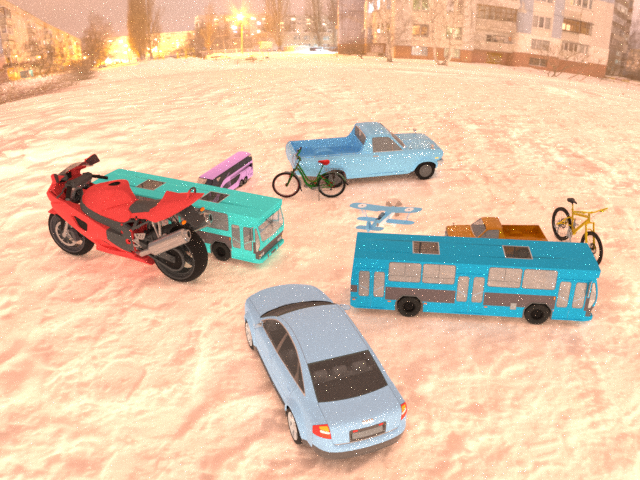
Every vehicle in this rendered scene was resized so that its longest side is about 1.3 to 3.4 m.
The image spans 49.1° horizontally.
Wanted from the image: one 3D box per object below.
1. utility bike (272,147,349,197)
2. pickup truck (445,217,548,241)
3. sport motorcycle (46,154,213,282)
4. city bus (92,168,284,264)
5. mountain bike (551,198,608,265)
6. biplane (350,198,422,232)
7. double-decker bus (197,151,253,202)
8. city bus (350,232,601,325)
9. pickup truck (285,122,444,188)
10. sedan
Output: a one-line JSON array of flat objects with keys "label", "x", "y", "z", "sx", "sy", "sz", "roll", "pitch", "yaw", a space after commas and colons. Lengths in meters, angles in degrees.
[{"label": "utility bike", "x": -0.180, "y": -1.186, "z": 12.955, "sx": 1.435, "sy": 0.946, "sz": 0.535, "roll": 0, "pitch": 27, "yaw": 0}, {"label": "pickup truck", "x": 2.821, "y": -0.066, "z": 11.271, "sx": 1.603, "sy": 0.511, "sz": 0.640, "roll": 0, "pitch": 27, "yaw": 1}, {"label": "sport motorcycle", "x": -2.960, "y": -0.289, "z": 10.522, "sx": 2.955, "sy": 1.596, "sz": 0.983, "roll": 11, "pitch": 29, "yaw": 21}, {"label": "city bus", "x": -2.211, "y": -0.395, "z": 11.487, "sx": 3.255, "sy": 0.894, "sz": 0.926, "roll": 12, "pitch": 30, "yaw": 21}, {"label": "mountain bike", "x": 4.096, "y": -0.200, "z": 11.141, "sx": 0.573, "sy": 0.868, "sz": 1.469, "roll": -6, "pitch": 28, "yaw": -10}, {"label": "biplane", "x": 1.021, "y": -0.362, "z": 11.847, "sx": 1.336, "sy": 0.504, "sz": 1.090, "roll": 15, "pitch": 31, "yaw": 27}, {"label": "double-decker bus", "x": -1.816, "y": -1.181, "z": 13.386, "sx": 0.389, "sy": 0.541, "sz": 1.672, "roll": 12, "pitch": 30, "yaw": 21}, {"label": "city bus", "x": 2.069, "y": 0.531, "z": 9.703, "sx": 3.255, "sy": 0.894, "sz": 0.926, "roll": 3, "pitch": 28, "yaw": 5}, {"label": "pickup truck", "x": 0.891, "y": -1.788, "z": 14.065, "sx": 3.117, "sy": 0.993, "sz": 1.244, "roll": -6, "pitch": 28, "yaw": -11}, {"label": "sedan", "x": -0.060, "y": 1.270, "z": 8.230, "sx": 1.235, "sy": 0.940, "sz": 3.137, "roll": -10, "pitch": 29, "yaw": -18}]
